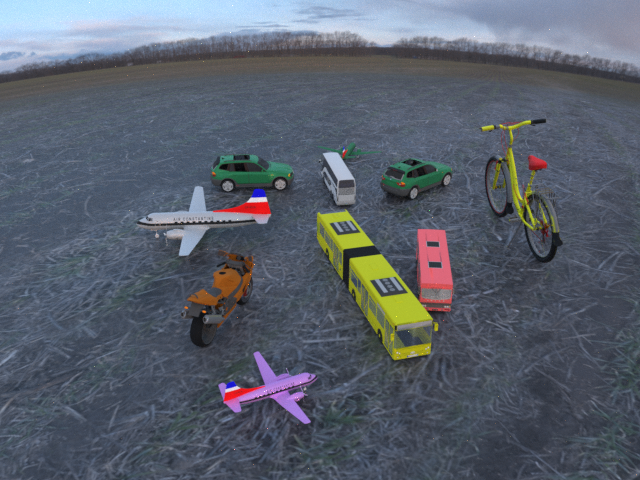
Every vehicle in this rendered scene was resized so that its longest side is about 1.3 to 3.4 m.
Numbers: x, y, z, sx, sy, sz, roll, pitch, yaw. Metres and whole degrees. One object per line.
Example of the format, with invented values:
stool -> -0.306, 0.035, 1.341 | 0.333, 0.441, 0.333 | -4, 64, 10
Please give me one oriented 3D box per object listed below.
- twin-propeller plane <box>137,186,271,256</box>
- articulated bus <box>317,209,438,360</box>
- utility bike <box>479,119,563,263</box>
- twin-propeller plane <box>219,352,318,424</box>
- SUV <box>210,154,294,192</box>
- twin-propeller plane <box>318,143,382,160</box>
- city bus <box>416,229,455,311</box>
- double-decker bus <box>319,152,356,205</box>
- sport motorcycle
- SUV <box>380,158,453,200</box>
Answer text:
twin-propeller plane -> -1.844, -0.415, 11.085 | 2.129, 0.792, 2.663 | -2, 26, -4
articulated bus -> 0.632, 0.469, 9.534 | 0.605, 0.561, 3.401 | -7, 27, -14
utility bike -> 3.019, -0.861, 10.805 | 1.039, 1.839, 2.791 | -4, 26, -8
twin-propeller plane -> -0.515, 1.555, 7.484 | 1.095, 0.407, 1.370 | -13, 29, -24
SUV -> -1.271, -1.290, 13.121 | 1.572, 0.580, 0.656 | -2, 26, -5
twin-propeller plane -> 0.590, -1.886, 14.540 | 1.370, 0.407, 1.095 | 7, 27, 13
city bus -> 1.577, 0.406, 9.780 | 0.476, 0.460, 1.674 | 2, 26, 5
double-decker bus -> 0.312, -1.156, 12.891 | 0.389, 0.541, 1.672 | -5, 26, -9
sport motorcycle -> -1.218, 0.695, 8.774 | 0.506, 0.821, 1.520 | 10, 28, 19
SUV -> 1.808, -1.220, 12.977 | 1.572, 0.580, 0.656 | -22, 34, -38
